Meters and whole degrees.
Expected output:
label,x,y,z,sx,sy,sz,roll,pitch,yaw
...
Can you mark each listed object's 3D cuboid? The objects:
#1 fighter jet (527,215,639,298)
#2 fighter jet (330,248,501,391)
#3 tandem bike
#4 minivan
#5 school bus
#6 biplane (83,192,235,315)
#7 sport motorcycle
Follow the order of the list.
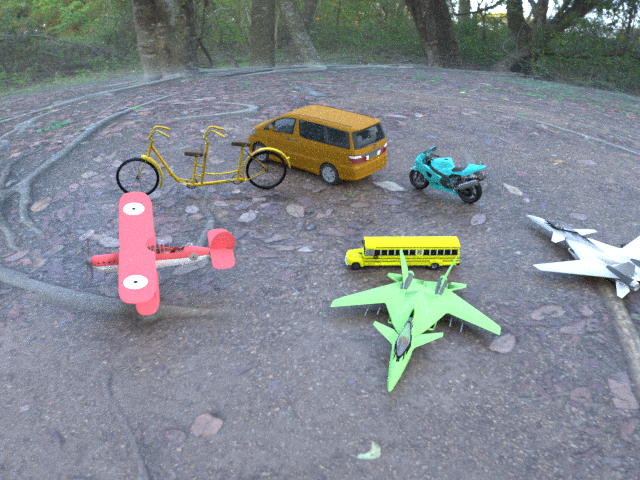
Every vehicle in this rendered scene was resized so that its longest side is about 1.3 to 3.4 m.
label,x,y,z,sx,sy,sz,roll,pitch,yaw
fighter jet,4.116,-0.021,10.866,2.229,0.557,2.640,-13,30,-23
fighter jet,1.168,0.975,8.952,2.229,0.557,2.640,8,29,15
tandem bike,-2.125,-1.463,12.804,3.192,1.326,0.550,-5,28,-9
minivan,-0.124,-2.045,14.063,3.011,1.197,1.324,21,34,35
school bus,1.241,0.191,10.593,1.708,0.434,0.365,0,27,-1
biplane,-2.247,0.246,9.895,2.120,0.981,2.598,-6,28,-11
sport motorcycle,2.310,-1.187,12.821,1.520,0.821,0.506,20,33,33
